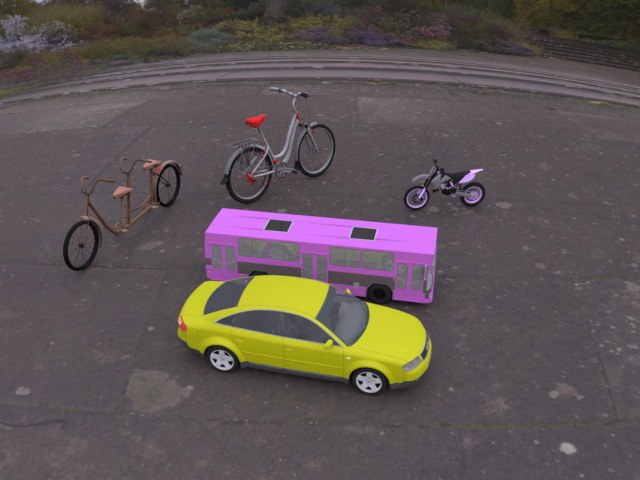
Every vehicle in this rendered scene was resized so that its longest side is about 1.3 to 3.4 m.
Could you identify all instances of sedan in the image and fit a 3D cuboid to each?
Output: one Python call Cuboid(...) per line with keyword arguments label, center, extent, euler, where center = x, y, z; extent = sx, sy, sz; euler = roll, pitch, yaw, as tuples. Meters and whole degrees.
Cuboid(label="sedan", center=(-0.196, 1.037, 8.602), extent=(3.137, 0.940, 1.235), euler=(7, 30, 12))

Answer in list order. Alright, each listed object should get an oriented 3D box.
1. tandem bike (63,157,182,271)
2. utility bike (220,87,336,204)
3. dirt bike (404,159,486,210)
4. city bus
Cuboid(label="tandem bike", center=(-3.112, -0.692, 11.318), extent=(0.550, 1.326, 3.192), euler=(11, 31, 19))
Cuboid(label="utility bike", center=(-0.781, -1.802, 12.787), extent=(2.791, 1.839, 1.039), euler=(-25, 38, -38))
Cuboid(label="dirt bike", center=(2.202, -0.937, 12.241), extent=(1.493, 0.857, 0.527), euler=(-5, 29, -8))
Cuboid(label="city bus", center=(0.023, 0.244, 10.078), extent=(3.255, 0.894, 0.926), euler=(5, 30, 10))
